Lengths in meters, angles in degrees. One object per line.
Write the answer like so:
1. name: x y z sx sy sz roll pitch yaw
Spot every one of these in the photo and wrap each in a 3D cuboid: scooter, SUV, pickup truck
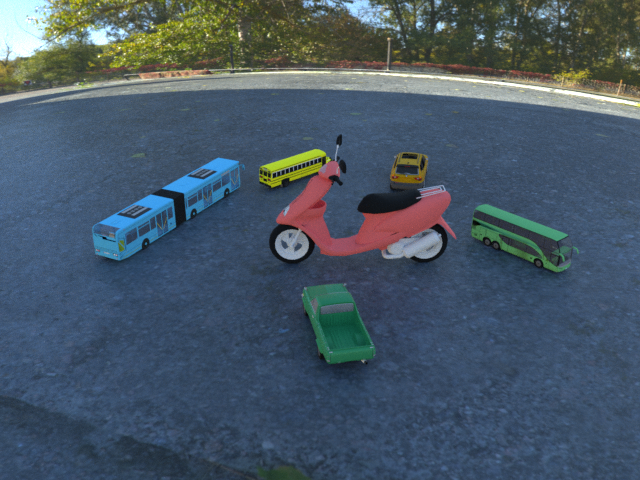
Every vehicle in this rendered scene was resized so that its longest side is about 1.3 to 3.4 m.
1. scooter: 0.614 -0.472 9.994 2.721 1.786 1.288 0 26 -1
2. SUV: 1.696 -1.380 13.196 0.656 0.580 1.572 5 27 10
3. pickup truck: 0.197 0.958 8.536 0.640 0.511 1.603 -5 27 -10

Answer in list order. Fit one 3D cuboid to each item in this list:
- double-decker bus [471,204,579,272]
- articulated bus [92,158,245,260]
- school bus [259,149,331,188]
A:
1. double-decker bus: 3.026 -0.030 10.505 0.389 0.541 1.672 -21 33 -36
2. articulated bus: -2.398 -0.599 11.636 0.605 0.561 3.401 12 29 23
3. school bus: -0.402 -1.384 13.369 1.708 0.434 0.365 -23 35 -39
